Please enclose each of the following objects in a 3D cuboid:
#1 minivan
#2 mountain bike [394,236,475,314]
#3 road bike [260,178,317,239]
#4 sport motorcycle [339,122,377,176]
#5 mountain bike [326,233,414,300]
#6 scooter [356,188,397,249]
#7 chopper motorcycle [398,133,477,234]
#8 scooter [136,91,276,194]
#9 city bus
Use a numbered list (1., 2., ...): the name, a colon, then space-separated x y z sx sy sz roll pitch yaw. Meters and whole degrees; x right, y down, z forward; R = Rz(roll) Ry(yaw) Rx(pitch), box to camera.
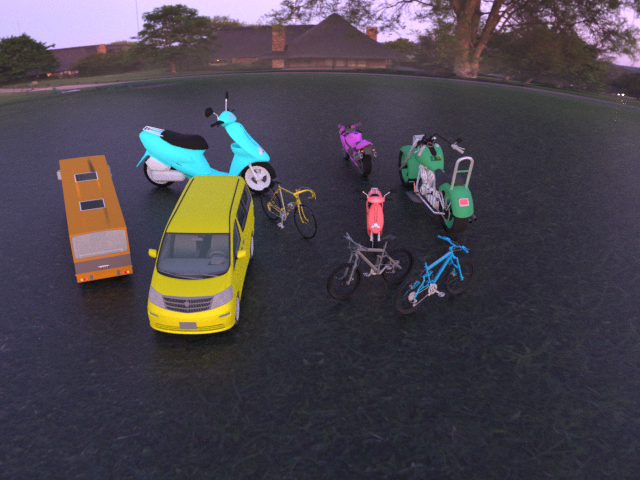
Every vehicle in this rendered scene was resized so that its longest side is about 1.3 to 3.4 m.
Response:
1. minivan: -1.633 0.121 10.022 1.324 1.197 3.011 1 27 1
2. mountain bike: 1.607 0.495 9.649 1.469 0.868 0.573 -17 32 -30
3. road bike: -0.547 -0.580 11.785 0.358 0.852 1.545 -21 34 -35
4. sport motorcycle: 0.742 -1.889 14.398 0.506 0.821 1.520 -8 28 -16
5. mountain bike: 0.735 0.338 9.958 1.469 0.868 0.573 -14 30 -26
6. scooter: 0.907 -0.492 11.538 0.662 0.919 1.399 1 27 3
7. chopper motorcycle: 1.986 -1.235 12.381 0.906 1.480 3.040 -6 27 -11
8. scooter: -2.164 -1.764 13.085 2.721 1.786 1.288 4 27 9
9. city bus: -3.692 -0.406 11.395 0.926 0.894 3.255 -10 29 -18
